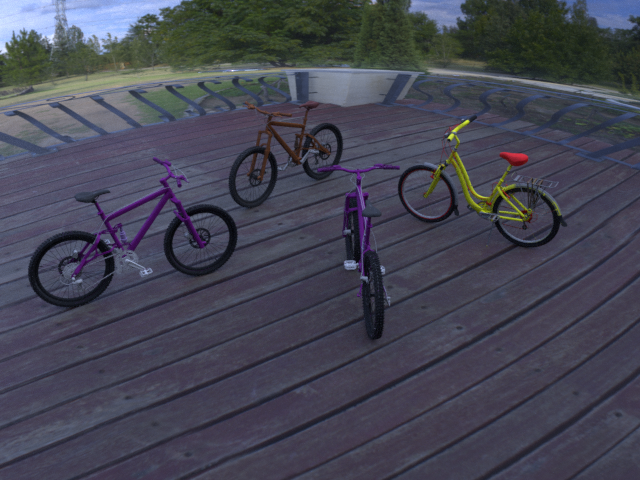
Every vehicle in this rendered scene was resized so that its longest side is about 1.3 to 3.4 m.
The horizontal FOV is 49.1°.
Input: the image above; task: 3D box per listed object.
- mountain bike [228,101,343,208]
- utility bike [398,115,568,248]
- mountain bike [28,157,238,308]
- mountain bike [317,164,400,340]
[{"bbox_3d":[-0.548,-1.647,12.512,1.114,1.688,2.857,22,34,37],"label":"mountain bike"},{"bbox_3d":[2.427,-0.851,10.776,2.791,1.839,1.039,16,31,28],"label":"utility bike"},{"bbox_3d":[-2.457,-0.068,9.397,2.857,1.688,1.114,-14,30,-25],"label":"mountain bike"},{"bbox_3d":[0.565,0.007,9.249,1.114,1.688,2.857,-2,27,-5],"label":"mountain bike"}]
